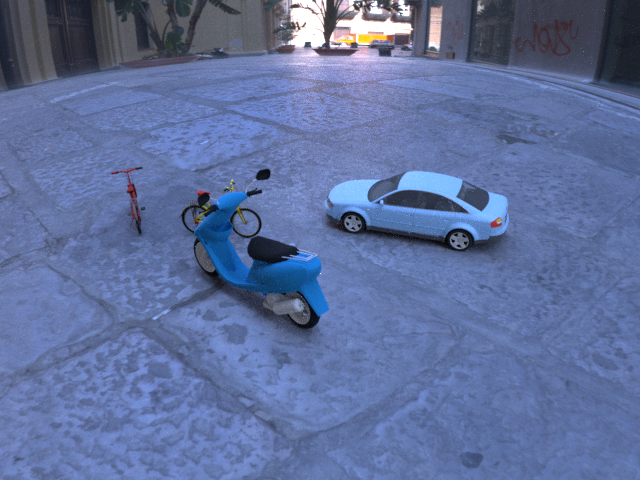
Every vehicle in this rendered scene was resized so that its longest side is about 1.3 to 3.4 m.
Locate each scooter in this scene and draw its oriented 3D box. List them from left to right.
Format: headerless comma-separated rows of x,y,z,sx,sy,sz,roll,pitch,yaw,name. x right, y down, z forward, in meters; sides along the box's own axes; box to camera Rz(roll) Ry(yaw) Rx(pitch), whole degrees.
-0.929,0.088,9.729,2.721,1.786,1.288,25,38,37,scooter

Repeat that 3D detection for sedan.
1.605,-0.628,11.867,3.137,0.940,1.235,10,31,16,sedan

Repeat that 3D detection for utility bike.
-3.254,-0.727,12.037,0.535,0.946,1.435,-8,30,-14,utility bike
-1.668,-0.522,11.672,1.435,0.946,0.535,4,30,8,utility bike
